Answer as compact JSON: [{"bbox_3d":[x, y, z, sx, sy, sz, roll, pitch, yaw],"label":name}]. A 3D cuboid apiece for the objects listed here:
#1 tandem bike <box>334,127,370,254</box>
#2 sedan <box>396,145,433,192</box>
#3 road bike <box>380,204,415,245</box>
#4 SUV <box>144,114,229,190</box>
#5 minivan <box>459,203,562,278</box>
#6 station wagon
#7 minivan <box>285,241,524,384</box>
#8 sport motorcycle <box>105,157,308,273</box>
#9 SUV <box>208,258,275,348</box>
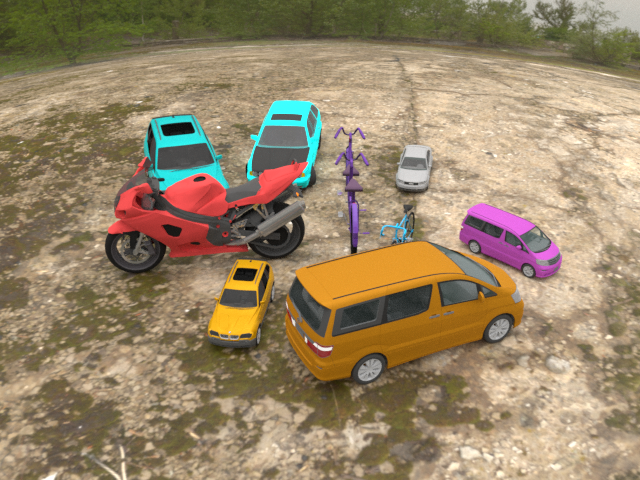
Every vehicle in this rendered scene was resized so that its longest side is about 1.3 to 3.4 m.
[{"bbox_3d":[0.504,-0.924,11.326,0.550,1.326,3.192,0,30,0],"label":"tandem bike"},{"bbox_3d":[1.761,-1.393,12.989,0.635,0.483,1.613,6,30,10],"label":"sedan"},{"bbox_3d":[1.184,-0.029,10.243,0.358,0.852,1.545,11,32,19],"label":"road bike"},{"bbox_3d":[-2.382,-1.307,12.191,1.276,1.128,3.058,-9,31,-15],"label":"SUV"},{"bbox_3d":[2.853,-0.005,10.438,0.681,0.616,1.548,-25,38,-37],"label":"minivan"},{"bbox_3d":[-0.641,-1.908,13.448,1.327,0.920,3.105,2,30,4],"label":"station wagon"},{"bbox_3d":[1.105,0.727,8.579,3.011,1.197,1.324,-13,32,-21],"label":"minivan"},{"bbox_3d":[-1.612,-0.342,10.041,2.955,1.596,0.983,-6,30,-11],"label":"sport motorcycle"},{"bbox_3d":[-1.002,0.778,9.110,0.656,0.580,1.572,4,30,6],"label":"SUV"}]
